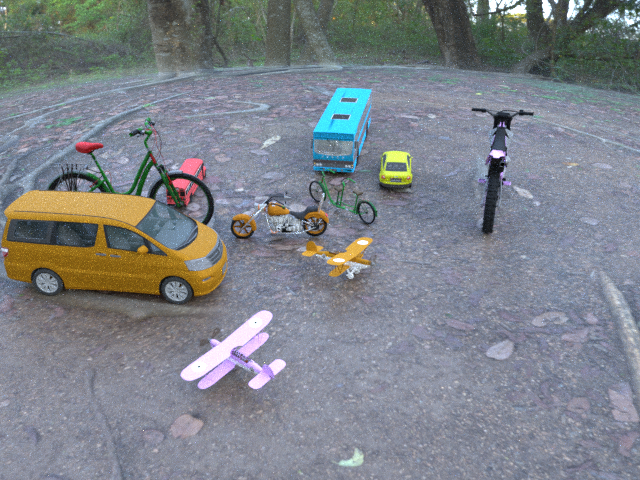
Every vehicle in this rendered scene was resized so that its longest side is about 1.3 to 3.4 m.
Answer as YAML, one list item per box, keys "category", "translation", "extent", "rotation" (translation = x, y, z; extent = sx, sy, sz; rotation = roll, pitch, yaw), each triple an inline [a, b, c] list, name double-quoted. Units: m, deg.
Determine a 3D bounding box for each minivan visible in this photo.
- category: "minivan"
  translation: [-2.827, 0.037, 9.794]
  extent: [3.011, 1.197, 1.324]
  rotation: [3, 27, 6]

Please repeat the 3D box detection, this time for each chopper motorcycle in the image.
- category: "chopper motorcycle"
  translation: [-0.640, -0.387, 11.097]
  extent: [1.563, 0.761, 0.466]
  rotation: [0, 27, -1]

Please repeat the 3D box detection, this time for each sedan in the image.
- category: "sedan"
  translation: [1.462, -1.437, 13.448]
  extent: [0.635, 0.483, 1.613]
  rotation: [3, 27, 5]

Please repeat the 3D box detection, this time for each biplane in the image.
- category: "biplane"
  translation: [0.295, 0.248, 10.141]
  extent: [1.090, 0.504, 1.336]
  rotation: [12, 30, 22]
- category: "biplane"
  translation: [-0.922, 1.364, 7.967]
  extent: [1.090, 0.504, 1.336]
  rotation: [22, 34, 36]

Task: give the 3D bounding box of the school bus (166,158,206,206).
- category: "school bus"
  translation: [-2.423, -1.091, 12.826]
  extent: [0.365, 0.434, 1.708]
  rotation: [2, 27, 3]

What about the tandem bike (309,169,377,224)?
- category: "tandem bike"
  translation: [0.370, -0.773, 11.936]
  extent: [0.283, 0.682, 1.642]
  rotation: [-23, 35, -38]

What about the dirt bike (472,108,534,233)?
- category: "dirt bike"
  translation: [3.006, -1.335, 11.953]
  extent: [1.024, 1.666, 2.903]
  rotation: [7, 28, 14]

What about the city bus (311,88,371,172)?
- category: "city bus"
  translation: [0.519, -2.341, 14.759]
  extent: [0.926, 0.894, 3.255]
  rotation: [4, 28, 9]

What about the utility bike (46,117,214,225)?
- category: "utility bike"
  translation: [-3.074, -0.983, 11.078]
  extent: [2.791, 1.839, 1.039]
  rotation: [1, 27, 1]
